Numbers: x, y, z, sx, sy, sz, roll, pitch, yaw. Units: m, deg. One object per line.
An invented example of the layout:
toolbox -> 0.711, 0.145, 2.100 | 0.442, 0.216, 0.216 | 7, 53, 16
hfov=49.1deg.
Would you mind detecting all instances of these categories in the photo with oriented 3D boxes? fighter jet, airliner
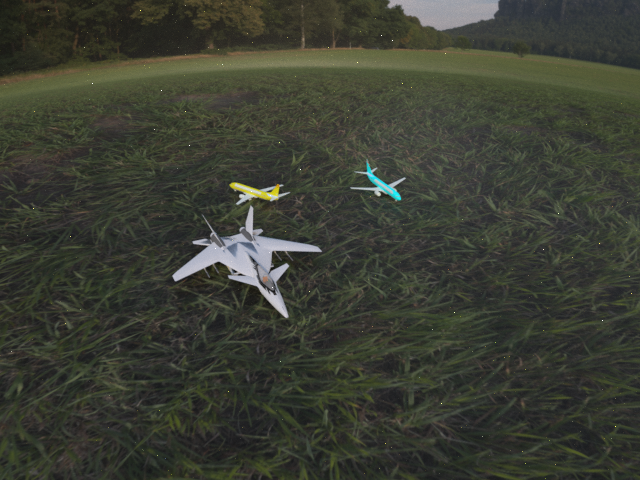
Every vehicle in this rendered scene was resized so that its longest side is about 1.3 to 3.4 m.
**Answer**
fighter jet -> -0.943, 0.298, 9.954 | 2.229, 0.557, 2.640 | -11, 29, -21
airliner -> 1.148, -1.087, 12.857 | 1.161, 0.429, 1.307 | -12, 29, -22
airliner -> -1.180, -0.946, 12.574 | 1.307, 0.429, 1.161 | 21, 33, 35
